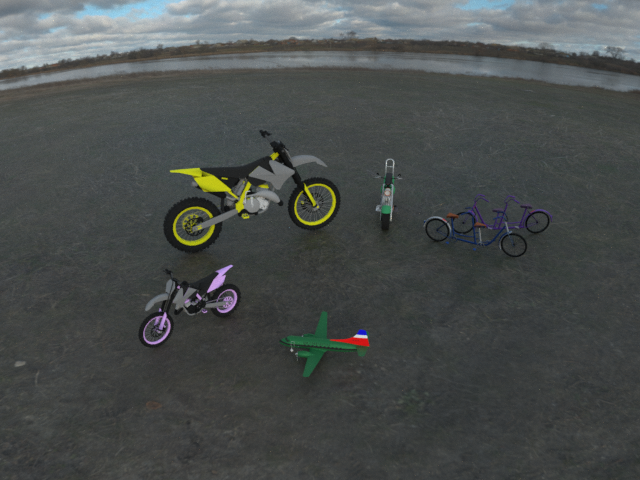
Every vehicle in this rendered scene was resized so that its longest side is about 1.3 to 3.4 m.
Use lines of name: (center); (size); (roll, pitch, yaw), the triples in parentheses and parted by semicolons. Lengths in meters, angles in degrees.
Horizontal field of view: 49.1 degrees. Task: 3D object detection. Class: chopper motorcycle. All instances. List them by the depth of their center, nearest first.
chopper motorcycle: (1.155, -0.793, 11.962); (0.466, 0.761, 1.563); (3, 27, 6)

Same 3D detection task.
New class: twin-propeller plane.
twin-propeller plane: (0.045, 1.200, 8.352); (1.095, 0.407, 1.370); (4, 27, 8)

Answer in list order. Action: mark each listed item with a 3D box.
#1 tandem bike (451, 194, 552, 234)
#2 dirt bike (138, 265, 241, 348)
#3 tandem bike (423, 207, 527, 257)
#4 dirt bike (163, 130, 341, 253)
tandem bike: (2.941, -0.405, 11.272); (1.642, 0.682, 0.283); (-1, 26, -1)
dirt bike: (-1.603, 0.769, 8.714); (1.493, 0.857, 0.527); (-22, 34, -37)
tandem bike: (2.382, -0.169, 10.796); (1.642, 0.682, 0.283); (13, 29, 24)
dirt bike: (-1.013, -0.745, 10.849); (2.903, 1.666, 1.024); (-11, 28, -20)
